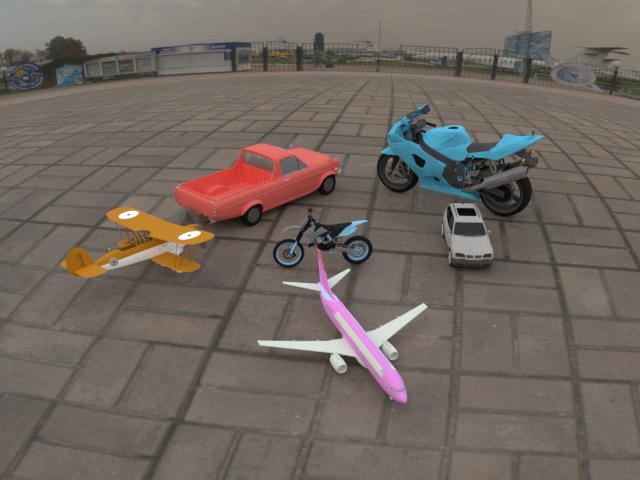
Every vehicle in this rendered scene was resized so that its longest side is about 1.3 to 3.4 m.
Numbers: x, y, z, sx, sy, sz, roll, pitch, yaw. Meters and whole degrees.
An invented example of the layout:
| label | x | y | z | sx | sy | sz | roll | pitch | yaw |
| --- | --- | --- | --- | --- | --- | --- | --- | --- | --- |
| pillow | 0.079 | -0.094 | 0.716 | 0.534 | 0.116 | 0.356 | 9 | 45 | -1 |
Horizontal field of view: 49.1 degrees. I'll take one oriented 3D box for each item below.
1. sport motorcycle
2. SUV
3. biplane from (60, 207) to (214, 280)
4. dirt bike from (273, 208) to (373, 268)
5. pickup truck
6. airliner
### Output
| label | x | y | z | sx | sy | sz | roll | pitch | yaw |
| --- | --- | --- | --- | --- | --- | --- | --- | --- | --- |
| sport motorcycle | 2.339 | -1.382 | 12.260 | 2.955 | 1.596 | 0.983 | 15 | 30 | 28 |
| SUV | 2.267 | -0.108 | 10.827 | 0.656 | 0.580 | 1.572 | 1 | 26 | 2 |
| biplane | -2.570 | 0.117 | 9.918 | 2.120 | 0.981 | 2.598 | -22 | 34 | -37 |
| dirt bike | 0.047 | 0.003 | 10.290 | 1.493 | 0.857 | 0.527 | -3 | 26 | -6 |
| pickup truck | -1.015 | -1.098 | 12.367 | 1.244 | 0.993 | 3.117 | 22 | 34 | 38 |
| airliner | 0.426 | 0.980 | 8.334 | 2.257 | 0.835 | 2.541 | -10 | 28 | -20 |
